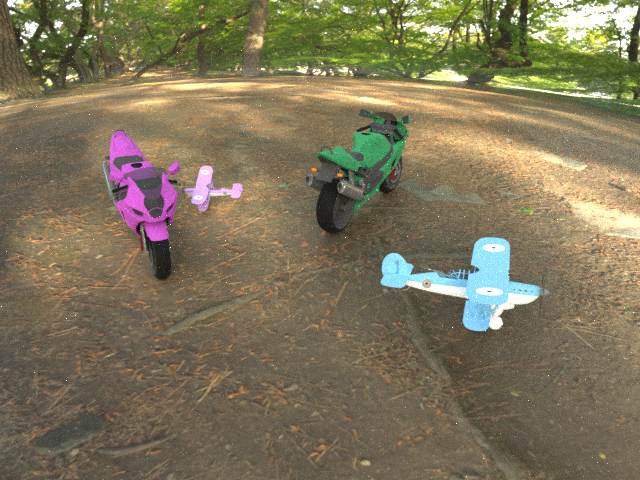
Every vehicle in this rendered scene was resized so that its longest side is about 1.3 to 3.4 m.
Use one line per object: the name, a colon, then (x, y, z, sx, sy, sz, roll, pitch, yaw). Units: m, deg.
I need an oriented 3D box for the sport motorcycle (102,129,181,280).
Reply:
sport motorcycle: (-2.747, -0.607, 10.705, 0.983, 1.596, 2.955, -11, 28, -22)

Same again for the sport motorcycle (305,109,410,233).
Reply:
sport motorcycle: (0.749, -1.233, 11.999, 0.983, 1.596, 2.955, 14, 29, 27)

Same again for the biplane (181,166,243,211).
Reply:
biplane: (-1.926, -0.858, 12.476, 1.090, 0.504, 1.336, 0, 26, 0)

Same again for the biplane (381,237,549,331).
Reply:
biplane: (1.845, 0.552, 9.018, 2.120, 0.981, 2.598, 7, 27, 14)
